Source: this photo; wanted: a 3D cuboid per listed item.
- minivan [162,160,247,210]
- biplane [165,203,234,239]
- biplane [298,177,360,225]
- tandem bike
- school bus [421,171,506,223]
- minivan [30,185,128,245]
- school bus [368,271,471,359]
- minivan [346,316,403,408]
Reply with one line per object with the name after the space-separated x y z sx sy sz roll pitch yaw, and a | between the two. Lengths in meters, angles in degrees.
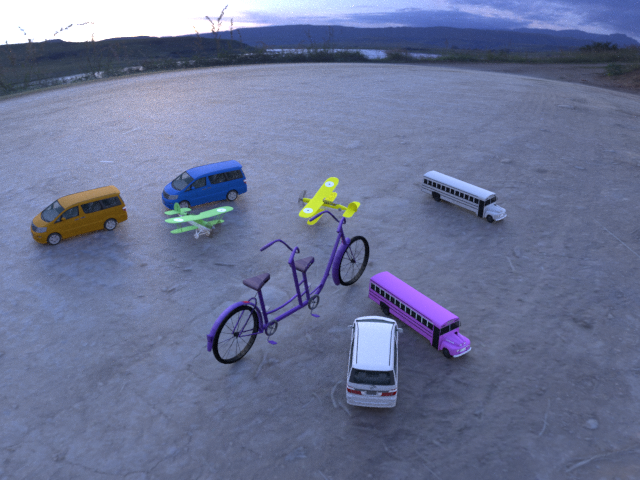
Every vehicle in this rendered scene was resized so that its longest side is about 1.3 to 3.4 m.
-2.129 -1.006 12.812 1.548 0.616 0.681 -15 31 -26 | minivan
-2.089 -0.346 11.694 1.090 0.504 1.336 24 36 37 | biplane
0.138 -0.589 12.150 1.090 0.504 1.336 12 30 22 | biplane
-0.301 0.506 9.228 0.550 1.326 3.192 21 35 34 | tandem bike
2.588 -0.792 12.604 0.365 0.434 1.708 -23 36 -36 | school bus
-4.056 -0.431 11.735 1.548 0.616 0.681 -18 33 -29 | minivan
1.309 0.975 9.295 0.365 0.434 1.708 -18 33 -31 | school bus
0.647 1.341 8.417 0.681 0.616 1.548 3 28 5 | minivan
